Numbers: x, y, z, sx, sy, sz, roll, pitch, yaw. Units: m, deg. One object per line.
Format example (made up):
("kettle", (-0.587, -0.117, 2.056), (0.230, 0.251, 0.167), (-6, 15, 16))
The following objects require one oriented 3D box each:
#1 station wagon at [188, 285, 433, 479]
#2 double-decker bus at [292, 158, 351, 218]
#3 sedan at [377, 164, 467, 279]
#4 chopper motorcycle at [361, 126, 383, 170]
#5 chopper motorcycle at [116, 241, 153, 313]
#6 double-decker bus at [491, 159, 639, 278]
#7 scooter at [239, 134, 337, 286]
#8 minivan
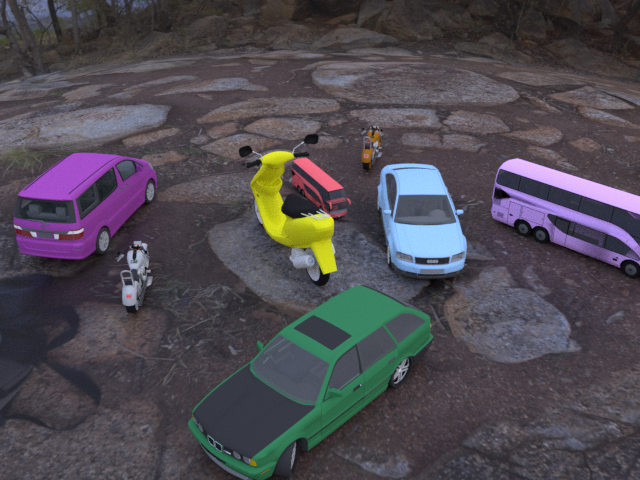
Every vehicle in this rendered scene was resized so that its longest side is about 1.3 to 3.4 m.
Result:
("station wagon", (-0.021, 1.423, 7.865), (1.327, 0.920, 3.105), (24, 37, 36))
("double-decker bus", (-0.019, -0.922, 12.431), (0.389, 0.541, 1.672), (-14, 32, -23))
("sedan", (1.592, -0.477, 11.230), (1.235, 0.940, 3.137), (0, 29, 0))
("chopper motorcycle", (1.059, -1.961, 14.056), (0.466, 0.761, 1.563), (7, 30, 11))
("chopper motorcycle", (-2.592, 0.386, 9.875), (0.466, 0.761, 1.563), (-3, 29, -5))
("double-decker bus", (4.197, -0.306, 10.812), (0.756, 1.052, 3.251), (-26, 38, -38))
("scooter", (-0.462, -0.555, 10.505), (1.288, 1.786, 2.721), (-14, 32, -23))
("minivan", (-3.743, -0.779, 11.506), (1.324, 1.197, 3.011), (5, 30, 10))
